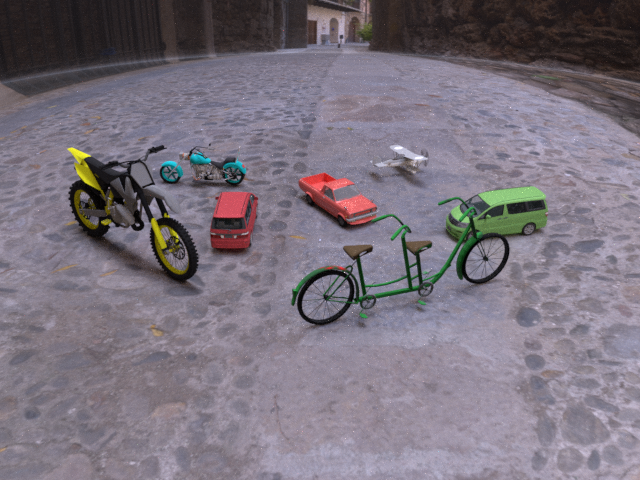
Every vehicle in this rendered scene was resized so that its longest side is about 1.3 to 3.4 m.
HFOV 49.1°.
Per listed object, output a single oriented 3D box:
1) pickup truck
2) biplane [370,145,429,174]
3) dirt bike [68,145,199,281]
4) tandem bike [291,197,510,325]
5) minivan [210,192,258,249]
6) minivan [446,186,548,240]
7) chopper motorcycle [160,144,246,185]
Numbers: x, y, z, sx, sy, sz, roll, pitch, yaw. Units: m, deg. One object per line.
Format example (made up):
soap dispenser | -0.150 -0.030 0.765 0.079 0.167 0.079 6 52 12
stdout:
pickup truck | 0.277 -0.740 11.546 0.640 0.511 1.603 -17 33 -28
biplane | 1.461 -1.455 12.872 1.090 0.504 1.336 -9 30 -16
dirt bike | -2.736 -0.509 9.907 2.903 1.666 1.024 22 35 35
tandem bike | 1.117 0.246 8.872 3.192 1.326 0.550 -12 31 -21
minivan | -1.316 -0.411 10.828 0.681 0.616 1.548 0 28 1
minivan | 2.731 -0.417 10.839 1.548 0.616 0.681 -7 29 -13
chopper motorcycle | -2.082 -1.337 12.386 1.563 0.761 0.466 3 29 6
